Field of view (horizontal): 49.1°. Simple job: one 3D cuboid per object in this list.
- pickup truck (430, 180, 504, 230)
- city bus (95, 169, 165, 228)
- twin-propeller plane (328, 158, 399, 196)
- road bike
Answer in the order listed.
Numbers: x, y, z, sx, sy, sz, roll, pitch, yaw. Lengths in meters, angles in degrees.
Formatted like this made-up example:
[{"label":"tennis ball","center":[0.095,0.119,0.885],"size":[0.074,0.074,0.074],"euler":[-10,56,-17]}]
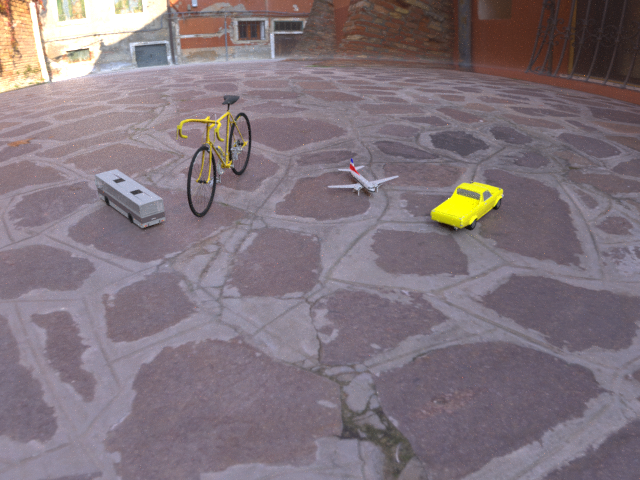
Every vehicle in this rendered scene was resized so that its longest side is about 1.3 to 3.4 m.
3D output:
[{"label":"pickup truck","center":[2.432,-0.616,11.459],"size":[0.640,0.511,1.603],"euler":[19,33,32]},{"label":"city bus","center":[-3.174,-0.685,11.647],"size":[0.476,0.460,1.674],"euler":[-21,34,-35]},{"label":"twin-propeller plane","center":[0.745,-1.111,12.521],"size":[1.370,0.407,1.095],"euler":[-10,29,-18]},{"label":"road bike","center":[-1.695,-1.583,12.075],"size":[0.697,1.656,3.004],"euler":[6,28,12]}]
